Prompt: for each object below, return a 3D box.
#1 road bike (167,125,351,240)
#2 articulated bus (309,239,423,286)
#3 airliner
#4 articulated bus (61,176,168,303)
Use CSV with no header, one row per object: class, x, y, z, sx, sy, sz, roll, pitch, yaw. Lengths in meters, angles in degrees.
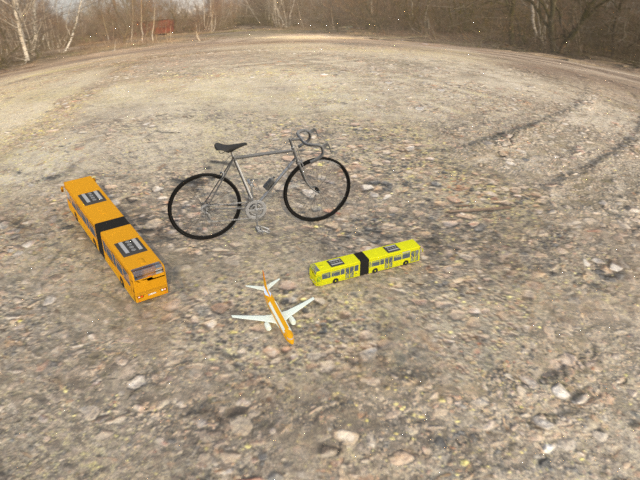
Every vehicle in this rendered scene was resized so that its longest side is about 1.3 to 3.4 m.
road bike,-0.918,-0.877,11.044,3.004,1.656,0.697,-10,32,-16
articulated bus,0.692,0.330,10.363,1.749,0.289,0.311,-13,33,-21
airliner,-0.574,0.895,9.289,1.161,0.429,1.307,-11,33,-18
articulated bus,-3.231,-0.110,10.830,0.605,0.561,3.401,-18,36,-28
